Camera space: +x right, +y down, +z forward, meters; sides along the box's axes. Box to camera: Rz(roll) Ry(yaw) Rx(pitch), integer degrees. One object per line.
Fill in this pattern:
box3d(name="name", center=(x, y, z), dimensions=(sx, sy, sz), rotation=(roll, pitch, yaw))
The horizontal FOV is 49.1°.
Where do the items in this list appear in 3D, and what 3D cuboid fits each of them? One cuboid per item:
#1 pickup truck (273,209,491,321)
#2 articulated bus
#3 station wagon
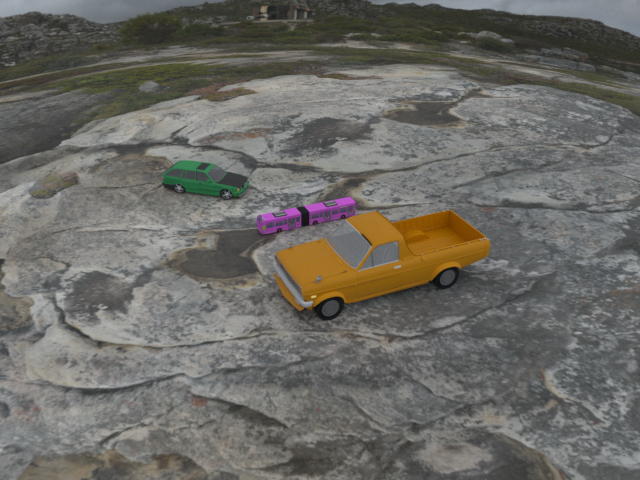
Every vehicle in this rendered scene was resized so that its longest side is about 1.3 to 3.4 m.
box3d(name="pickup truck", center=(0.909, 0.179, 10.146), dimensions=(3.117, 0.993, 1.244), rotation=(-13, 33, -21))
box3d(name="articulated bus", center=(-0.203, -0.417, 11.868), dimensions=(1.749, 0.289, 0.311), rotation=(-12, 32, -20))
box3d(name="station wagon", center=(-2.103, -1.144, 12.932), dimensions=(1.597, 0.473, 0.682), rotation=(8, 31, 14))
